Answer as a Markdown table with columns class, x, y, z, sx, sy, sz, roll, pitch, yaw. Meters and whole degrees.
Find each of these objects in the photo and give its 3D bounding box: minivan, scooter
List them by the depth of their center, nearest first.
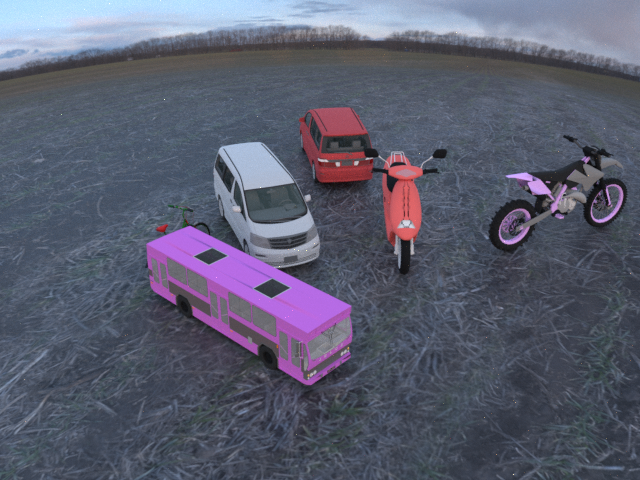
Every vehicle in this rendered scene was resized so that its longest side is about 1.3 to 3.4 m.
| class | x | y | z | sx | sy | sz | roll | pitch | yaw |
| --- | --- | --- | --- | --- | --- | --- | --- | --- | --- |
| scooter | 1.337 | -0.773 | 11.527 | 1.288 | 1.786 | 2.721 | 1 | 28 | 1 |
| minivan | -0.972 | -0.643 | 11.908 | 1.324 | 1.197 | 3.011 | -10 | 30 | -18 |
| minivan | 0.292 | -2.155 | 14.741 | 1.324 | 1.197 | 3.011 | -4 | 28 | -8 |

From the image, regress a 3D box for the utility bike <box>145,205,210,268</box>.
| class | x | y | z | sx | sy | sz | roll | pitch | yaw |
| --- | --- | --- | --- | --- | --- | --- | --- | --- | --- |
| utility bike | -2.285 | -0.047 | 11.058 | 0.535 | 0.946 | 1.435 | 18 | 33 | 30 |

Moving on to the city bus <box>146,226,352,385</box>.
| class | x | y | z | sx | sy | sz | roll | pitch | yaw |
| --- | --- | --- | --- | --- | --- | --- | --- | --- | --- |
| city bus | -1.050 | 0.818 | 9.493 | 3.255 | 0.894 | 0.926 | 24 | 36 | 37 |

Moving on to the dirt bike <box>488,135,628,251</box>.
| class | x | y | z | sx | sy | sz | roll | pitch | yaw |
| --- | --- | --- | --- | --- | --- | --- | --- | --- | --- |
| dirt bike | 4.061 | -0.776 | 11.659 | 2.903 | 1.666 | 1.024 | -12 | 30 | -22 |
